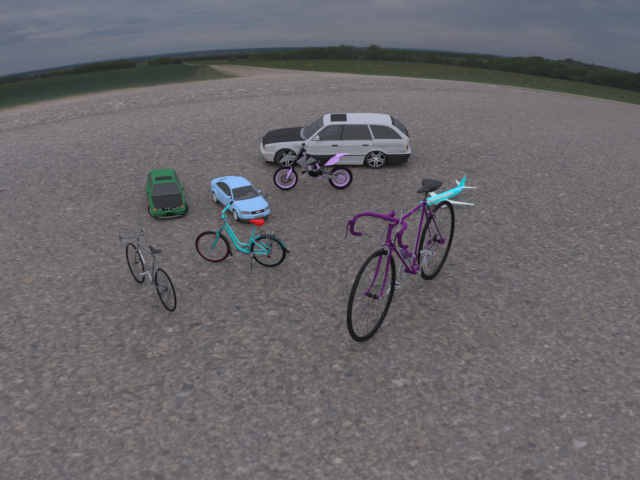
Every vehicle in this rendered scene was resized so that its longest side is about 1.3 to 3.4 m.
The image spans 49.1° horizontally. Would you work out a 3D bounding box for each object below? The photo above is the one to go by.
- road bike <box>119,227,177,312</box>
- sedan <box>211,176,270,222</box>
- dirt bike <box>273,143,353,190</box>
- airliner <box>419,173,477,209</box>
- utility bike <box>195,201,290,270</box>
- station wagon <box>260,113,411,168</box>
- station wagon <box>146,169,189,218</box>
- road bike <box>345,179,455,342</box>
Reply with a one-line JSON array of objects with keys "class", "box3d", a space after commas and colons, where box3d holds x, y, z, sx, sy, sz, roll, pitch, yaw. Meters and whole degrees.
[{"class": "road bike", "box3d": [-2.308, 0.377, 9.440, 0.358, 0.852, 1.545, -18, 31, -33]}, {"class": "sedan", "box3d": [-1.411, -0.784, 12.275, 0.635, 0.483, 1.613, -14, 29, -26]}, {"class": "dirt bike", "box3d": [-0.128, -1.326, 12.971, 1.493, 0.857, 0.527, -2, 26, -3]}, {"class": "airliner", "box3d": [2.197, -0.857, 12.490, 1.307, 0.429, 1.161, -20, 32, -35]}, {"class": "utility bike", "box3d": [-1.156, -0.026, 10.168, 1.435, 0.946, 0.535, 4, 26, 9]}, {"class": "station wagon", "box3d": [0.311, -2.103, 14.512, 3.105, 0.920, 1.327, 0, 26, 0]}, {"class": "station wagon", "box3d": [-2.758, -0.868, 12.462, 0.682, 0.473, 1.597, -7, 27, -14]}, {"class": "road bike", "box3d": [1.140, 0.118, 9.050, 0.696, 1.656, 3.004, 16, 30, 30]}]
